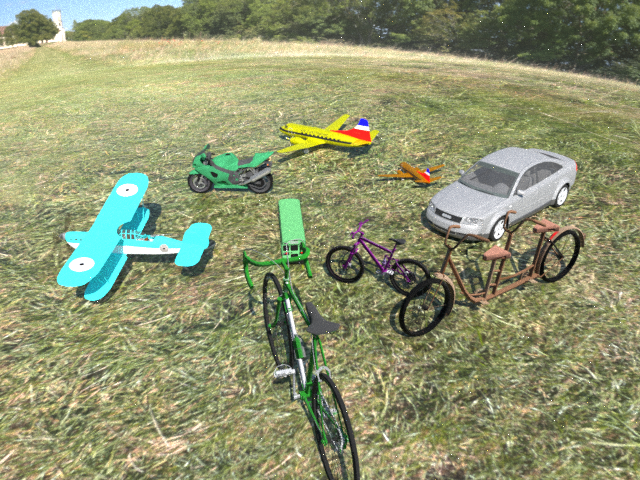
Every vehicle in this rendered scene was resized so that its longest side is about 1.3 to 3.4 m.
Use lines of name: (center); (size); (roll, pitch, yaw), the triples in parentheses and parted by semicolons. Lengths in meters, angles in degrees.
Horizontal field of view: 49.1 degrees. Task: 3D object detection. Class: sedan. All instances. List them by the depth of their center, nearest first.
sedan: (2.992, -0.883, 11.334); (3.137, 0.940, 1.235); (-24, 36, -37)

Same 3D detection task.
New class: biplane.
biplane: (-2.551, 0.048, 9.522); (2.120, 0.981, 2.598); (3, 28, 6)

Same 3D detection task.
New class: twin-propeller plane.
twin-propeller plane: (1.705, -1.254, 12.609); (1.370, 0.407, 1.095); (-11, 30, -20)
twin-propeller plane: (0.073, -2.173, 13.942); (2.129, 0.792, 2.663); (15, 32, 27)

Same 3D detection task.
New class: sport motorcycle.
sport motorcycle: (-1.535, -1.185, 12.035); (1.520, 0.821, 0.506); (0, 28, 0)

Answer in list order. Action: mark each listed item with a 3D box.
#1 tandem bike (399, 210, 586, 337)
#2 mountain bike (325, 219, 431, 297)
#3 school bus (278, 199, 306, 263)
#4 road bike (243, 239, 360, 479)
tandem bike: (2.267, 0.264, 8.742); (3.192, 1.326, 0.550); (-17, 32, -28)
mountain bike: (0.757, 0.274, 9.214); (1.469, 0.868, 0.573); (11, 30, 20)
school bus: (-0.435, -0.194, 10.569); (0.365, 0.434, 1.708); (-2, 28, -5)
road bike: (-0.171, 1.112, 6.777); (0.696, 1.656, 3.004); (-9, 29, -16)
